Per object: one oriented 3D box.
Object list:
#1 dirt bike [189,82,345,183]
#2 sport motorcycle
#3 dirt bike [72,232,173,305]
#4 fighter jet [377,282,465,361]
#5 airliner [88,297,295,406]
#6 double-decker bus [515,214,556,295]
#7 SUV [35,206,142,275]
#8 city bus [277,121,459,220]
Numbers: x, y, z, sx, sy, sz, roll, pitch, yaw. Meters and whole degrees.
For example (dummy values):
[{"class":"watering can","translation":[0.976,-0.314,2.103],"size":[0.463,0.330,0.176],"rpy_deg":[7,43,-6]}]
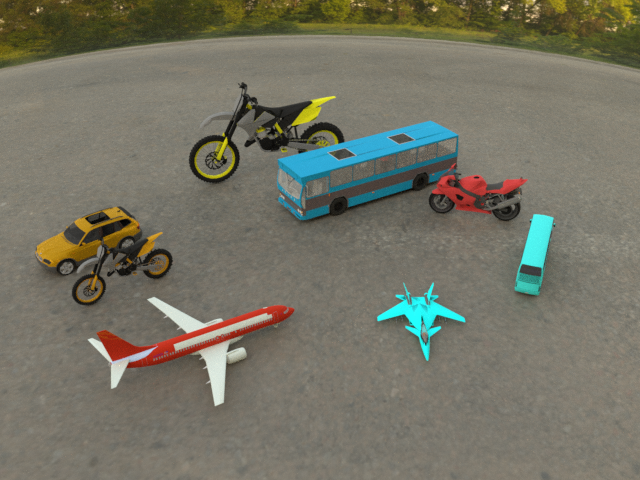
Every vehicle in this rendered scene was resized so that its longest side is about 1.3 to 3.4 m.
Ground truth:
[{"class":"dirt bike","translation":[-0.921,-1.899,12.488],"size":[2.903,1.666,1.024],"rpy_deg":[-10,33,-16]},{"class":"sport motorcycle","translation":[2.553,-0.744,11.429],"size":[1.520,0.821,0.506],"rpy_deg":[7,33,11]},{"class":"dirt bike","translation":[-2.721,0.346,9.641],"size":[1.493,0.857,0.527],"rpy_deg":[-23,39,-32]},{"class":"fighter jet","translation":[1.326,1.039,9.066],"size":[1.147,0.286,1.358],"rpy_deg":[1,32,1]},{"class":"airliner","translation":[-1.428,1.054,8.522],"size":[2.541,0.835,2.257],"rpy_deg":[-17,36,-26]},{"class":"double-decker bus","translation":[3.155,0.166,10.230],"size":[0.389,0.541,1.672],"rpy_deg":[12,34,18]},{"class":"SUV","translation":[-3.469,-0.031,10.510],"size":[1.572,0.580,0.656],"rpy_deg":[-24,39,-33]},{"class":"city bus","translation":[0.873,-1.211,12.112],"size":[3.255,0.894,0.926],"rpy_deg":[-18,36,-26]}]
